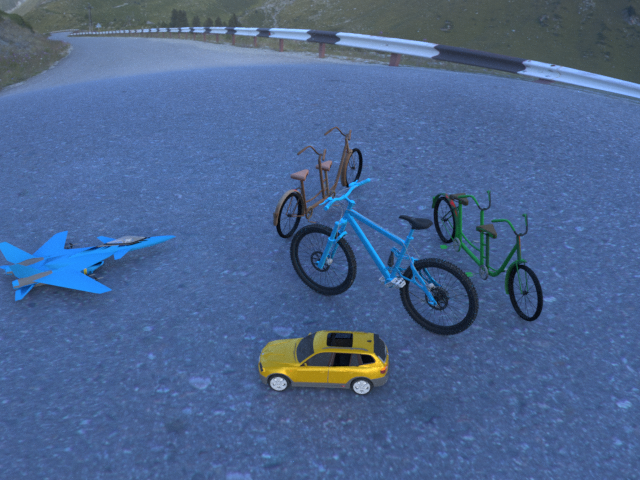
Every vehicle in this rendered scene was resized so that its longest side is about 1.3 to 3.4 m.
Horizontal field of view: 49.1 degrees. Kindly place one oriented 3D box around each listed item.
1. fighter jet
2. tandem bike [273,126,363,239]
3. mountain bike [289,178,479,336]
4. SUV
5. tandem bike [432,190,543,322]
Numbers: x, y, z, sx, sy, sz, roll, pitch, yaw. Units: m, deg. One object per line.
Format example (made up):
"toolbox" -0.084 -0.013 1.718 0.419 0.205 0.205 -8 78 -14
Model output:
"fighter jet" -3.464 0.126 10.744 2.640 0.557 2.229 -17 32 -29
"tandem bike" 0.038 -1.111 12.269 0.550 1.326 3.192 14 31 25
"mountain bike" 0.782 0.243 9.310 2.857 1.688 1.114 17 32 29
"SUV" 0.048 1.399 8.302 1.572 0.580 0.656 2 28 3
"tandem bike" 2.385 -0.064 10.280 0.550 1.326 3.192 -8 29 -16
